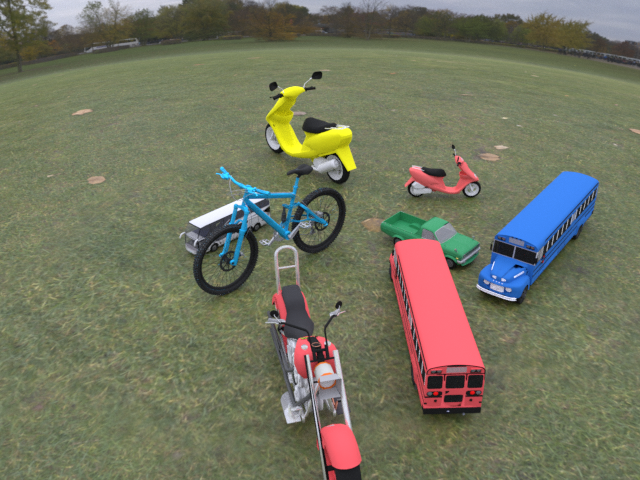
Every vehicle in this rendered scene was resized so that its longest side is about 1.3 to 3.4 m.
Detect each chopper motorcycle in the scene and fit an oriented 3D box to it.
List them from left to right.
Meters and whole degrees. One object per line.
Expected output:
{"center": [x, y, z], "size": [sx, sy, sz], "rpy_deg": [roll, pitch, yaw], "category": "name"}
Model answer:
{"center": [-0.091, 1.368, 7.722], "size": [0.906, 1.480, 3.040], "rpy_deg": [-7, 31, -12], "category": "chopper motorcycle"}

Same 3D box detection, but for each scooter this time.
{"center": [-0.263, -2.235, 13.649], "size": [1.288, 1.786, 2.721], "rpy_deg": [-23, 37, -34], "category": "scooter"}
{"center": [2.256, -1.195, 12.717], "size": [1.399, 0.919, 0.662], "rpy_deg": [1, 30, 1], "category": "scooter"}

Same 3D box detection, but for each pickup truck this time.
{"center": [1.750, -0.076, 11.188], "size": [1.603, 0.511, 0.640], "rpy_deg": [24, 38, 35], "category": "pickup truck"}

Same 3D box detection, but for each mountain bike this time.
{"center": [-0.675, -0.273, 10.352], "size": [2.857, 1.688, 1.114], "rpy_deg": [-24, 38, -35], "category": "mountain bike"}

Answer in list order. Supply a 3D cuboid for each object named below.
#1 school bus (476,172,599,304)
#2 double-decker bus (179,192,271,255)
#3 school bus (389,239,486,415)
{"center": [3.448, -0.111, 10.915], "size": [0.709, 0.844, 3.322], "rpy_deg": [20, 36, 31], "category": "school bus"}
{"center": [-1.514, -0.265, 11.485], "size": [0.389, 0.541, 1.672], "rpy_deg": [25, 38, 36], "category": "double-decker bus"}
{"center": [1.424, 0.900, 9.165], "size": [0.709, 0.844, 3.322], "rpy_deg": [-1, 30, -2], "category": "school bus"}
